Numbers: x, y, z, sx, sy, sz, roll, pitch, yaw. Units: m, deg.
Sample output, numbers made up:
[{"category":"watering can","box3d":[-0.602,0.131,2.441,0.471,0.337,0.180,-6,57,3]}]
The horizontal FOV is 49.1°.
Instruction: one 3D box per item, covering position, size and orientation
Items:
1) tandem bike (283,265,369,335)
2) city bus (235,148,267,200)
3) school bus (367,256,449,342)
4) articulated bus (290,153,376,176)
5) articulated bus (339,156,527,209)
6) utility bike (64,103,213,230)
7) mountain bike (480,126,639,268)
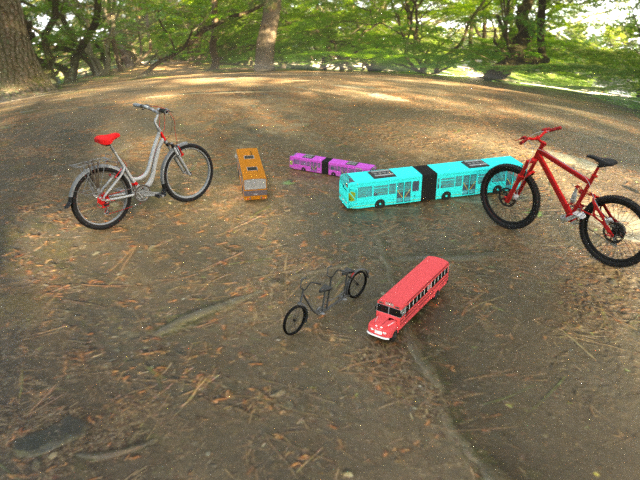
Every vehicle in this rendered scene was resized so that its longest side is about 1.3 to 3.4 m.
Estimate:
[{"category":"tandem bike","box3d":[0.108,0.662,8.958,0.283,0.682,1.642,22,34,37]},{"category":"city bus","box3d":[-1.280,-1.222,13.013,0.476,0.460,1.674,-5,27,-9]},{"category":"school bus","box3d":[1.161,0.740,9.078,0.365,0.434,1.708,16,31,30]},{"category":"articulated bus","box3d":[0.237,-1.423,13.614,1.749,0.289,0.311,12,29,22]},{"category":"articulated bus","box3d":[2.031,-1.038,12.528,3.401,0.561,0.605,-7,27,-15]},{"category":"utility bike","box3d":[-3.017,-1.294,11.605,2.791,1.839,1.039,-23,34,-38]},{"category":"mountain bike","box3d":[3.651,-0.679,10.534,1.114,1.688,2.857,-23,34,-38]}]
